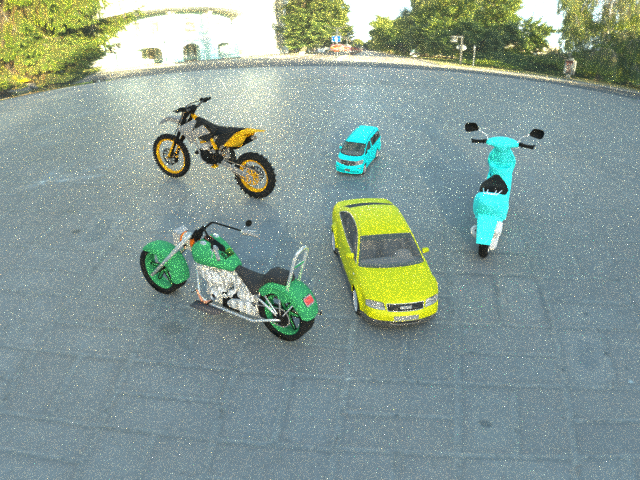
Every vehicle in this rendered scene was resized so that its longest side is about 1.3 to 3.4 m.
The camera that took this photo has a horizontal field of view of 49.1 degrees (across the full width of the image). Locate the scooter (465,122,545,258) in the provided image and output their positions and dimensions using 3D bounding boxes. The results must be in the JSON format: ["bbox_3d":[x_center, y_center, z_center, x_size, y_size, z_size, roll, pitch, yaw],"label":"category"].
[{"bbox_3d":[2.943,-0.951,11.692,1.288,1.786,2.721,9,29,16],"label":"scooter"}]

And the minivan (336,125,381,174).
[{"bbox_3d":[0.819,-1.898,14.730,0.681,0.616,1.548,10,29,18],"label":"minivan"}]

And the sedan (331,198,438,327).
[{"bbox_3d":[0.914,0.147,10.523,1.235,0.940,3.137,-4,28,-7],"label":"sedan"}]

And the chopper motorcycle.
[{"bbox_3d":[-1.335,0.382,9.503,3.040,1.480,0.906,18,33,30],"label":"chopper motorcycle"}]

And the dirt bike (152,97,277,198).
[{"bbox_3d":[-2.102,-1.771,13.367,2.903,1.666,1.024,15,31,26],"label":"dirt bike"}]
